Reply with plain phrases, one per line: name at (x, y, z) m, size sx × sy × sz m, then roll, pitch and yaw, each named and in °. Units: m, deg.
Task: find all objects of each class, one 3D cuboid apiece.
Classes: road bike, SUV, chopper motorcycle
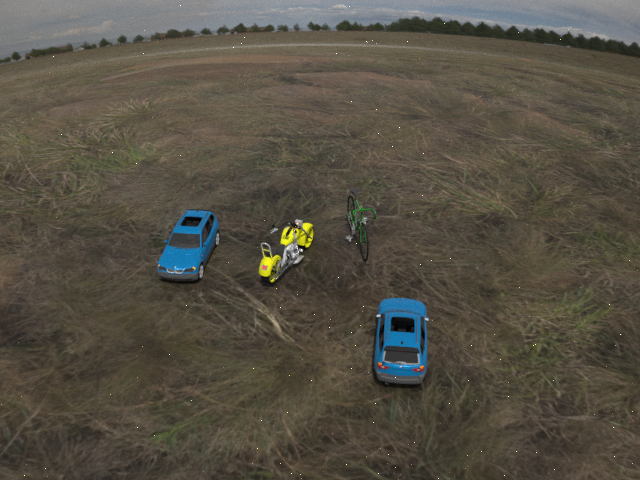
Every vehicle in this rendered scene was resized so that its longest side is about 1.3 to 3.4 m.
road bike at (0.591, -0.314, 10.989) m, size 0.358 × 0.852 × 1.545 m, roll -5°, pitch 30°, yaw -8°
SUV at (1.018, 1.162, 8.717) m, size 0.656 × 0.580 × 1.572 m, roll 3°, pitch 30°, yaw 6°
chopper motorcycle at (-0.472, 0.051, 10.451) m, size 0.466 × 0.761 × 1.563 m, roll 13°, pitch 33°, yaw 21°
SUV at (-1.982, 0.047, 10.639) m, size 0.656 × 0.580 × 1.572 m, roll 3°, pitch 30°, yaw 6°
